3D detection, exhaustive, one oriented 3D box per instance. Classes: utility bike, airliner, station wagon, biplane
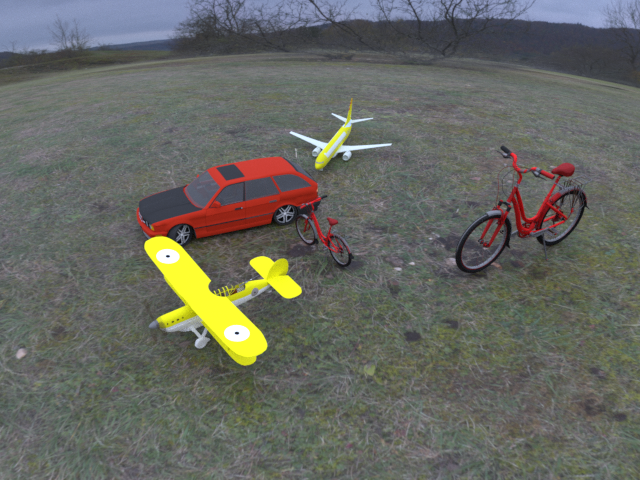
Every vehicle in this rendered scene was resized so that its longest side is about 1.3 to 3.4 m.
[{"bbox_3d":[0.012,-0.145,10.922,0.535,0.946,1.435,-22,36,-33],"label":"utility bike"},{"bbox_3d":[0.333,-2.203,14.637,2.257,0.835,2.541,9,31,16],"label":"airliner"},{"bbox_3d":[-1.577,-0.744,11.996,3.105,0.920,1.327,-13,32,-21],"label":"station wagon"},{"bbox_3d":[-1.260,0.803,9.227,2.120,0.981,2.598,-21,36,-32],"label":"biplane"},{"bbox_3d":[3.247,-0.467,10.586,2.791,1.839,1.039,-16,34,-26],"label":"utility bike"}]
